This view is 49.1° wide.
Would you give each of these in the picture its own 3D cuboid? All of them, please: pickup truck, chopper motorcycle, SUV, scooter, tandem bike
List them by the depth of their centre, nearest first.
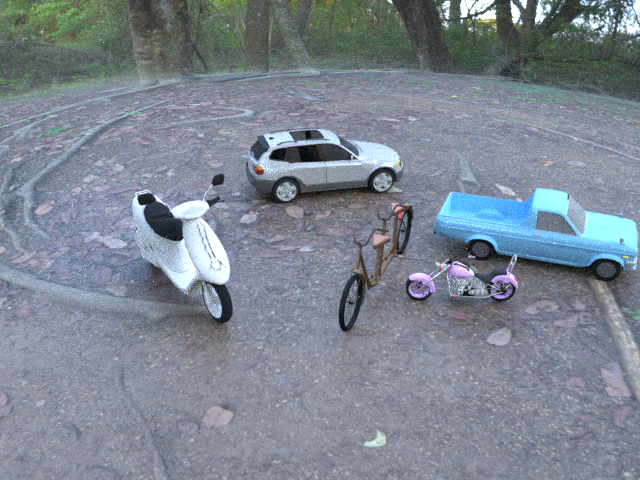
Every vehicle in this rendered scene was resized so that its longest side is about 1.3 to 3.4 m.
[{"bbox_3d":[2.009,0.525,9.893,1.563,0.761,0.466,2,27,4],"label":"chopper motorcycle"},{"bbox_3d":[-2.015,-0.067,9.923,1.288,1.786,2.721,-19,33,-33],"label":"scooter"},{"bbox_3d":[0.887,0.089,10.123,0.550,1.326,3.192,11,29,20],"label":"tandem bike"},{"bbox_3d":[3.431,-0.241,11.134,3.117,0.993,1.244,10,29,18],"label":"pickup truck"},{"bbox_3d":[0.093,-1.545,13.534,3.058,1.128,1.276,-7,28,-13],"label":"SUV"}]
